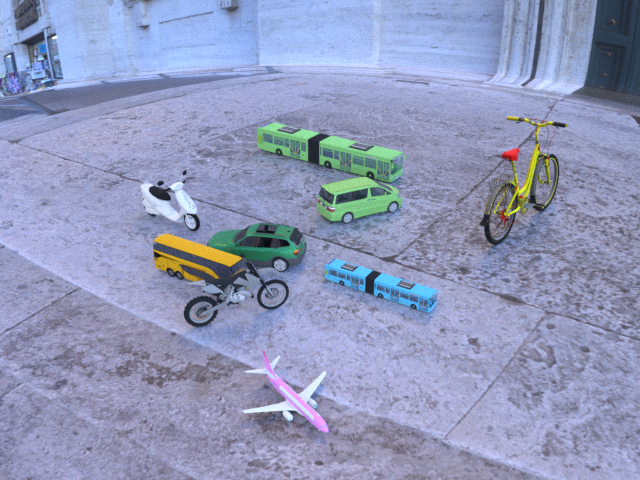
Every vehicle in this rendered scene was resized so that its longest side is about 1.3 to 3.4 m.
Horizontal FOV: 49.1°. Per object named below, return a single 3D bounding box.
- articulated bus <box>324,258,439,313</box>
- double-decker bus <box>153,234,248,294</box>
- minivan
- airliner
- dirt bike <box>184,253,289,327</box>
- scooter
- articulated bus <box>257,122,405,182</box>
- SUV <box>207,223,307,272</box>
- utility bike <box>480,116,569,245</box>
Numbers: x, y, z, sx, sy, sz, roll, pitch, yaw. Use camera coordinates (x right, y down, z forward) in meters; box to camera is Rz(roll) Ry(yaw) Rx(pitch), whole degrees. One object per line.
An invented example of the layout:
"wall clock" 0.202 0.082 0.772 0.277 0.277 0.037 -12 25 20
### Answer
"articulated bus" 0.863 0.646 10.141 1.749 0.289 0.311 17 32 28
"double-decker bus" -1.752 0.372 10.387 1.672 0.541 0.389 16 32 27
"minivan" 0.732 -0.768 12.448 1.548 0.616 0.681 -14 31 -24
"airliner" -0.306 1.723 7.967 1.161 0.429 1.307 -20 34 -32
"dirt bike" -1.124 0.684 9.464 1.493 0.857 0.527 -12 30 -21
"scooter" -2.604 -0.714 12.024 1.399 0.919 0.662 18 33 31
"articulated bus" 0.156 -1.856 14.549 3.401 0.561 0.605 18 33 30
"SUV" -0.996 0.057 10.936 1.572 0.580 0.656 5 28 10
"utility bike" 3.359 -1.091 11.752 1.039 1.839 2.791 22 35 35
